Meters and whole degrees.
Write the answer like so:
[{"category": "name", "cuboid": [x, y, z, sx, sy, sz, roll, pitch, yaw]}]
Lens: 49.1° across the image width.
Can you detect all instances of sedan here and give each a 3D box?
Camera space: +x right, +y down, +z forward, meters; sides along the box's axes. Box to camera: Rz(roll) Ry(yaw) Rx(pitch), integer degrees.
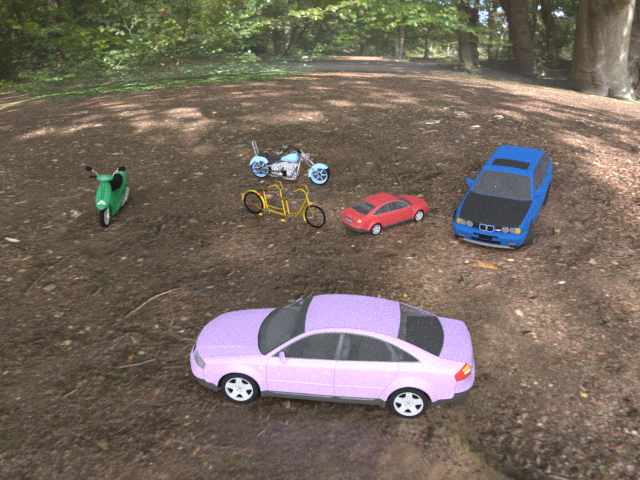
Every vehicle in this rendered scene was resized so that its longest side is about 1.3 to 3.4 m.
[{"category": "sedan", "cuboid": [0.120, 1.151, 7.712, 3.137, 0.940, 1.235, 3, 26, 7]}, {"category": "sedan", "cuboid": [1.106, -0.513, 11.612, 1.613, 0.483, 0.635, -17, 31, -31]}]

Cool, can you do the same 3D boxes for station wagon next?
[{"category": "station wagon", "cuboid": [3.144, -0.839, 11.781, 1.327, 0.920, 3.105, 11, 28, 22]}]

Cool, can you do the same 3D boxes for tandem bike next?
[{"category": "tandem bike", "cuboid": [-0.623, -0.640, 11.647, 1.642, 0.682, 0.283, 14, 29, 26]}]

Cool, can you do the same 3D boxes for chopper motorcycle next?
[{"category": "chopper motorcycle", "cuboid": [-0.581, -1.465, 13.233, 1.563, 0.761, 0.466, 6, 27, 12]}]

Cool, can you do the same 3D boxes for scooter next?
[{"category": "scooter", "cuboid": [-3.523, -0.867, 11.839, 0.662, 0.919, 1.399, 1, 26, 2]}]
